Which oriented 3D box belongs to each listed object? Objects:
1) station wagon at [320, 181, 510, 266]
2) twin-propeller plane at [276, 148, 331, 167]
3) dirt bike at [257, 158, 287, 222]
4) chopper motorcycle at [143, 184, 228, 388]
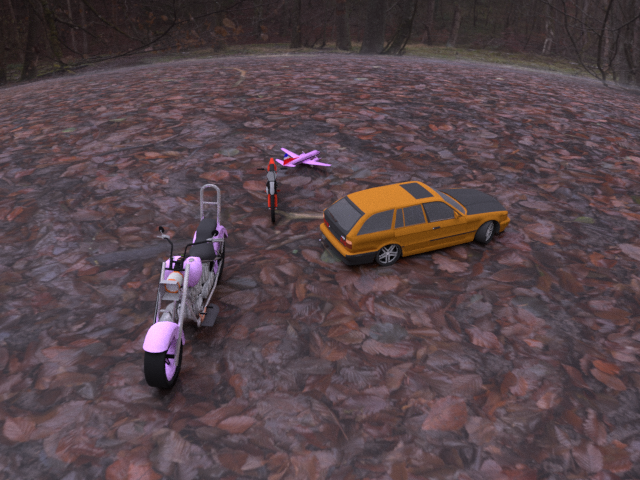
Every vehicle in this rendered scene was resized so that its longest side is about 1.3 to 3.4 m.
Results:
[{"bbox_3d":[1.599,-0.411,11.386,3.105,0.920,1.327,-11,31,-20],"label":"station wagon"},{"bbox_3d":[-0.363,-1.692,14.208,1.370,0.407,1.095,24,37,36],"label":"twin-propeller plane"},{"bbox_3d":[-0.836,-0.950,12.418,0.527,0.857,1.493,-2,29,-3],"label":"dirt bike"},{"bbox_3d":[-1.731,0.506,9.169,0.906,1.480,3.040,3,29,6],"label":"chopper motorcycle"}]
